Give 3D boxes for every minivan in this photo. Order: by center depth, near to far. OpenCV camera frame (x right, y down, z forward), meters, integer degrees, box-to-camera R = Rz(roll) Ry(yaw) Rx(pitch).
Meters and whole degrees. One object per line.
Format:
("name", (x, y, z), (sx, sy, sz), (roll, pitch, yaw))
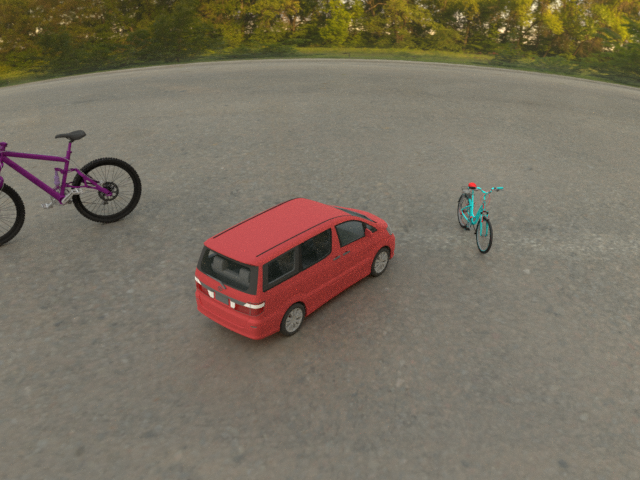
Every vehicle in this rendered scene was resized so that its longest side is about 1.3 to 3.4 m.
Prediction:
("minivan", (-0.203, 0.151, 9.136), (1.324, 1.197, 3.011), (21, 35, 34))

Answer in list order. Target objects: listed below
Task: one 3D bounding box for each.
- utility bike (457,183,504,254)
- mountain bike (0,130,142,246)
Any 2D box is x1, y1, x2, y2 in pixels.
("utility bike", (2.386, -0.456, 10.547), (0.535, 0.946, 1.435), (-4, 28, -8))
("mountain bike", (-4.124, -0.843, 10.486), (2.857, 1.688, 1.114), (-14, 31, -25))
